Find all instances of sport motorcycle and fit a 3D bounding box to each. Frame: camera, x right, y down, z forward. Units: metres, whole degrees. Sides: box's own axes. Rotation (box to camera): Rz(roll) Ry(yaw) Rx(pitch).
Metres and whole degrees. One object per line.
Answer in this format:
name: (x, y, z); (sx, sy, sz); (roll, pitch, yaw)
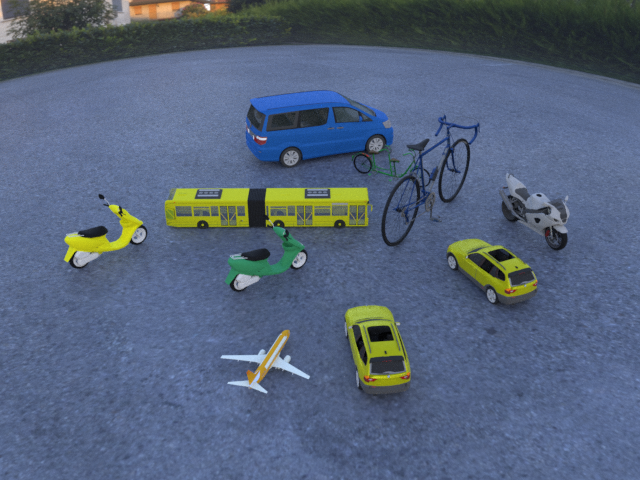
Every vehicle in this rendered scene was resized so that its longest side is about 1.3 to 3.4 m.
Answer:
sport motorcycle: (3.476, -0.465, 11.337); (0.506, 0.821, 1.520); (-14, 33, -23)

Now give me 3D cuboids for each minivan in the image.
minivan: (0.028, -2.348, 14.164); (3.011, 1.197, 1.324); (-11, 32, -18)

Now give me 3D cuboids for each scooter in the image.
scooter: (-0.758, 0.194, 10.124); (1.399, 0.919, 0.662); (-20, 36, -31)
scooter: (-3.283, -0.145, 10.699); (1.399, 0.919, 0.662); (-27, 40, -37)

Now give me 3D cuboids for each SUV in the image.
SUV: (0.699, 1.259, 8.649); (0.656, 0.580, 1.572); (-3, 31, -6)
SUV: (2.480, 0.363, 10.169); (0.656, 0.580, 1.572); (-13, 33, -21)

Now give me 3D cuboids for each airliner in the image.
airliner: (-0.625, 1.390, 8.575); (1.161, 0.429, 1.307); (10, 32, 17)

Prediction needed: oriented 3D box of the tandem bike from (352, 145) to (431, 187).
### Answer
tandem bike: (1.325, -1.433, 13.118); (1.642, 0.682, 0.283); (17, 34, 26)

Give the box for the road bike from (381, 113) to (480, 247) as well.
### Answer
road bike: (1.818, -1.044, 11.498); (0.696, 1.656, 3.004); (20, 36, 30)

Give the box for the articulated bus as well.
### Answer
articulated bus: (-0.849, -0.542, 11.724); (3.401, 0.561, 0.605); (0, 31, 0)
